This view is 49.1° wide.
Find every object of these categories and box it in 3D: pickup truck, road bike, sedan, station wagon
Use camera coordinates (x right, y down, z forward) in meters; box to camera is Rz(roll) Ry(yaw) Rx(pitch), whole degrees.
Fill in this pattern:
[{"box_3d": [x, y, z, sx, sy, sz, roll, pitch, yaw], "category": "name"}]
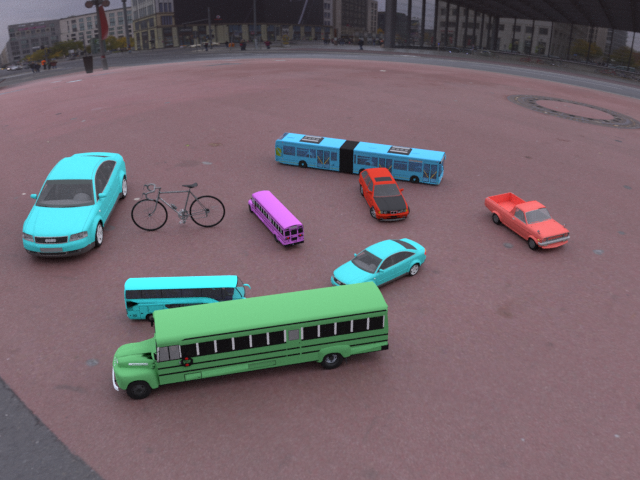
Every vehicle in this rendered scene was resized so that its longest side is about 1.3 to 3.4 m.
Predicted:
[{"box_3d": [3.423, -0.385, 11.650, 0.640, 0.511, 1.603, -12, 31, -20], "category": "pickup truck"}, {"box_3d": [-2.358, -0.557, 11.608, 1.545, 0.852, 0.358, -4, 29, -7], "category": "road bike"}, {"box_3d": [-4.124, -0.767, 11.895, 1.235, 0.940, 3.137, -1, 29, -2], "category": "sedan"}, {"box_3d": [0.877, 0.348, 10.359, 1.613, 0.483, 0.635, -21, 35, -33], "category": "sedan"}, {"box_3d": [1.131, -0.865, 12.551, 0.682, 0.473, 1.597, -5, 29, -8], "category": "station wagon"}]

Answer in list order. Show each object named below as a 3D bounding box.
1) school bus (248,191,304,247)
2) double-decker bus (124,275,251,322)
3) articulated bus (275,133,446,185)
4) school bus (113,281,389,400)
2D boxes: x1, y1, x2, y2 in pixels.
[{"box_3d": [-0.778, -0.408, 11.770, 0.365, 0.434, 1.708, -13, 32, -22], "category": "school bus"}, {"box_3d": [-1.786, 0.787, 9.511, 1.672, 0.541, 0.389, -1, 29, -3], "category": "double-decker bus"}, {"box_3d": [0.771, -1.620, 13.818, 3.401, 0.561, 0.605, 10, 30, 17], "category": "articulated bus"}, {"box_3d": [-0.835, 1.178, 8.496, 3.322, 0.844, 0.709, -7, 30, -12], "category": "school bus"}]
